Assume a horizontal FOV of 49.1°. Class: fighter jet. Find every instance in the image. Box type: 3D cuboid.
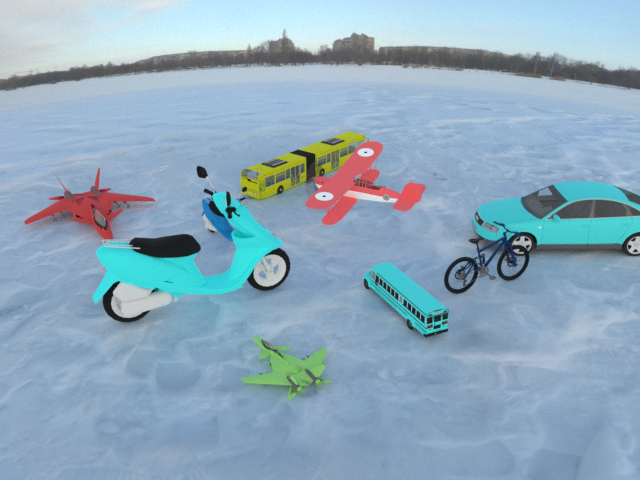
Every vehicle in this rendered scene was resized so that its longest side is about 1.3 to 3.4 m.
[{"bbox_3d":[-3.902,-0.560,12.068,2.229,0.557,2.640,-13,28,-25],"label":"fighter jet"},{"bbox_3d":[-0.468,1.361,8.278,1.147,0.286,1.358,-16,29,-30],"label":"fighter jet"}]

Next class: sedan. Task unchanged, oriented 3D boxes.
[{"bbox_3d":[4.051,-0.405,11.284,3.137,0.940,1.235,0,25,0],"label":"sedan"}]

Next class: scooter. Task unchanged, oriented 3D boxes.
[{"bbox_3d":[-1.521,-0.405,11.308,0.662,0.919,1.399,-20,32,-36],"label":"scooter"},{"bbox_3d":[-1.652,0.087,9.233,2.721,1.786,1.288,-12,27,-23],"label":"scooter"}]

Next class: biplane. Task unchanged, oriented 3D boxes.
[{"bbox_3d":[0.750,-0.858,12.206,2.120,0.981,2.598,12,28,24],"label":"biplane"}]

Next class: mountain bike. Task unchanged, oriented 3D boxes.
[{"bbox_3d":[2.394,0.274,9.915,1.469,0.868,0.573,-11,27,-23],"label":"mountain bike"}]

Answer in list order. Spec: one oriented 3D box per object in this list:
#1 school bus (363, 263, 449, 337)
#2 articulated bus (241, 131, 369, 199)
[{"bbox_3d":[1.106,0.740,9.431,0.365,0.434,1.708,-11,27,-23],"label":"school bus"},{"bbox_3d":[-0.238,-1.563,14.208,0.605,0.561,3.401,19,31,35],"label":"articulated bus"}]
